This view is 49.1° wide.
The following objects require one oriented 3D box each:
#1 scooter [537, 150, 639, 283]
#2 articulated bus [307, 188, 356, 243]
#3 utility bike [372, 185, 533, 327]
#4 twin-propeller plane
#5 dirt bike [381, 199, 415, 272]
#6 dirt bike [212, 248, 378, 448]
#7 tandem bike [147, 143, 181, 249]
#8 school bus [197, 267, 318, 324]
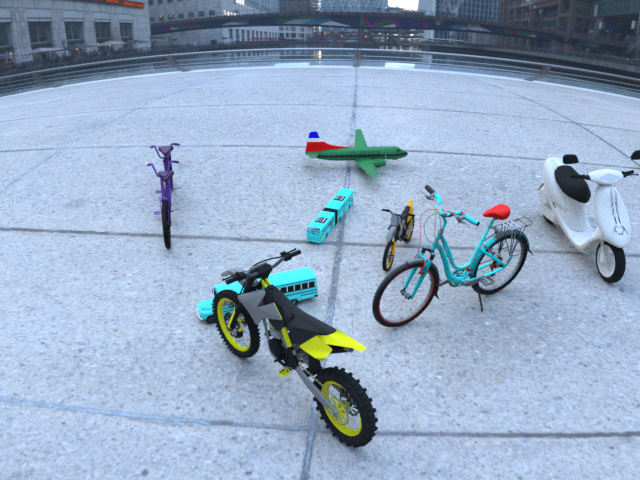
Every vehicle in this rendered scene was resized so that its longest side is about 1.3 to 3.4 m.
[{"bbox_3d":[4.171,-0.666,11.073,1.288,1.786,2.721,-4,29,-8],"label":"scooter"},{"bbox_3d":[0.207,-0.448,12.239,0.311,0.289,1.749,10,30,18],"label":"articulated bus"},{"bbox_3d":[1.947,0.215,9.399,2.791,1.839,1.039,-15,32,-26],"label":"utility bike"},{"bbox_3d":[0.757,-1.865,14.317,2.129,0.792,2.663,-2,29,-4],"label":"twin-propeller plane"},{"bbox_3d":[1.266,-0.135,11.070,0.527,0.857,1.493,12,31,20],"label":"dirt bike"},{"bbox_3d":[-0.414,1.096,7.960,1.024,1.666,2.903,-23,36,-35],"label":"dirt bike"},{"bbox_3d":[-2.683,-1.039,12.242,0.550,1.326,3.192,-5,29,-8],"label":"tandem bike"},{"bbox_3d":[-0.886,0.768,9.853,1.708,0.434,0.365,-10,30,-18],"label":"school bus"}]
